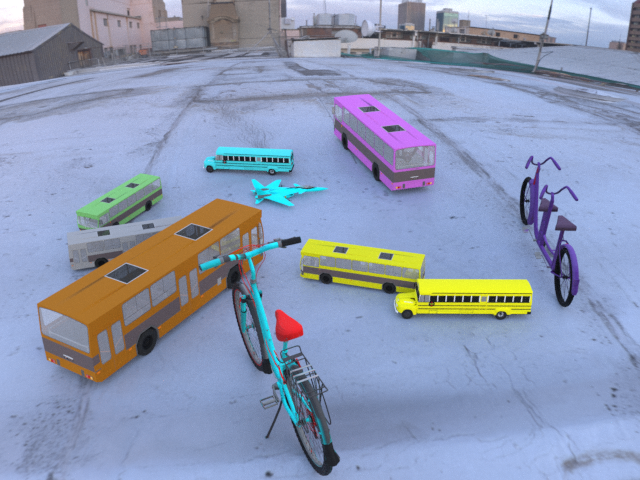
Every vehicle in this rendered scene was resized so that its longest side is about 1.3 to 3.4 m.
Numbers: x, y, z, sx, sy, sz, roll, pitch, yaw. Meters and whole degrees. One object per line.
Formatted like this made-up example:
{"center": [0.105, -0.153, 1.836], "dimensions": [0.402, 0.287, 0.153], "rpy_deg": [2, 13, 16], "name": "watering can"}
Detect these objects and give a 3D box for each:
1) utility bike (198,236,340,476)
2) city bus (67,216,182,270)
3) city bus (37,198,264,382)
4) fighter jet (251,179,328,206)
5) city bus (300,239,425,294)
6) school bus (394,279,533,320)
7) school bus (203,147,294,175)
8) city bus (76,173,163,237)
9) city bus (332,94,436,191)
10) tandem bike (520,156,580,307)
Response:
{"center": [-0.529, 1.017, 6.910], "dimensions": [1.039, 1.839, 2.791], "rpy_deg": [-12, 30, -21], "name": "utility bike"}
{"center": [-2.790, 0.052, 10.213], "dimensions": [1.674, 0.460, 0.476], "rpy_deg": [-10, 29, -18], "name": "city bus"}
{"center": [-1.941, 0.528, 8.847], "dimensions": [0.926, 0.894, 3.255], "rpy_deg": [15, 31, 26], "name": "city bus"}
{"center": [-0.508, -0.909, 12.218], "dimensions": [1.358, 0.286, 1.147], "rpy_deg": [-7, 29, -12], "name": "fighter jet"}
{"center": [0.579, 0.378, 9.597], "dimensions": [1.674, 0.460, 0.476], "rpy_deg": [8, 29, 14], "name": "city bus"}
{"center": [1.812, 0.742, 8.935], "dimensions": [1.708, 0.434, 0.365], "rpy_deg": [0, 28, 0], "name": "school bus"}
{"center": [-1.354, -1.500, 13.179], "dimensions": [1.708, 0.434, 0.365], "rpy_deg": [3, 28, 6], "name": "school bus"}
{"center": [-3.214, -0.555, 11.363], "dimensions": [0.476, 0.460, 1.674], "rpy_deg": [11, 30, 20], "name": "city bus"}
{"center": [1.146, -1.911, 13.465], "dimensions": [0.926, 0.894, 3.255], "rpy_deg": [-8, 29, -16], "name": "city bus"}
{"center": [3.228, -0.292, 9.938], "dimensions": [0.550, 1.326, 3.192], "rpy_deg": [1, 28, 3], "name": "tandem bike"}
